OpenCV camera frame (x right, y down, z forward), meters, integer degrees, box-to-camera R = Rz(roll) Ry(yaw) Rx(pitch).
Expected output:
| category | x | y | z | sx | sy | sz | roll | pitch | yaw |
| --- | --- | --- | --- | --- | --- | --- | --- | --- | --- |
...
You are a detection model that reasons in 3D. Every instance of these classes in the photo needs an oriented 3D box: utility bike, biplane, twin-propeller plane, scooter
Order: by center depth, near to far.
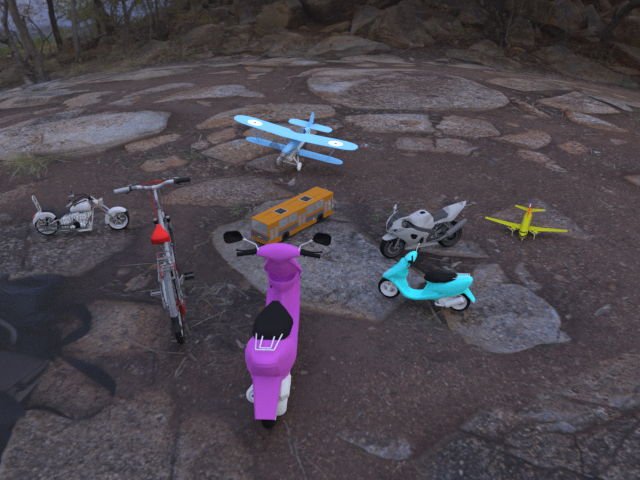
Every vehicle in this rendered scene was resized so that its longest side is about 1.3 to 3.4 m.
| category | x | y | z | sx | sy | sz | roll | pitch | yaw |
| --- | --- | --- | --- | --- | --- | --- | --- | --- | --- |
| scooter | -0.519 | 0.842 | 8.404 | 1.288 | 1.786 | 2.721 | 1 | 29 | 2 |
| utility bike | -2.184 | 0.159 | 9.593 | 1.039 | 1.839 | 2.791 | -7 | 29 | -12 |
| scooter | 1.507 | 0.523 | 9.887 | 1.399 | 0.919 | 0.662 | 10 | 30 | 17 |
| twin-propeller plane | 3.538 | -0.341 | 11.991 | 1.370 | 0.407 | 1.095 | 11 | 31 | 19 |
| biplane | -0.410 | -2.080 | 14.560 | 2.598 | 0.981 | 2.120 | 8 | 30 | 14 |

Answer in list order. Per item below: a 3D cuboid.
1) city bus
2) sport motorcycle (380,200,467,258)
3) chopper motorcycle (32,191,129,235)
| category | x | y | z | sx | sy | sz | roll | pitch | yaw |
| --- | --- | --- | --- | --- | --- | --- | --- | --- | --- |
| city bus | -0.449 | -0.401 | 12.046 | 0.476 | 0.460 | 1.674 | 23 | 36 | 35 |
| sport motorcycle | 1.658 | -0.175 | 11.259 | 1.520 | 0.821 | 0.506 | -11 | 31 | -19 |
| chopper motorcycle | -4.056 | -0.468 | 11.854 | 1.563 | 0.761 | 0.466 | -6 | 29 | -12 |
